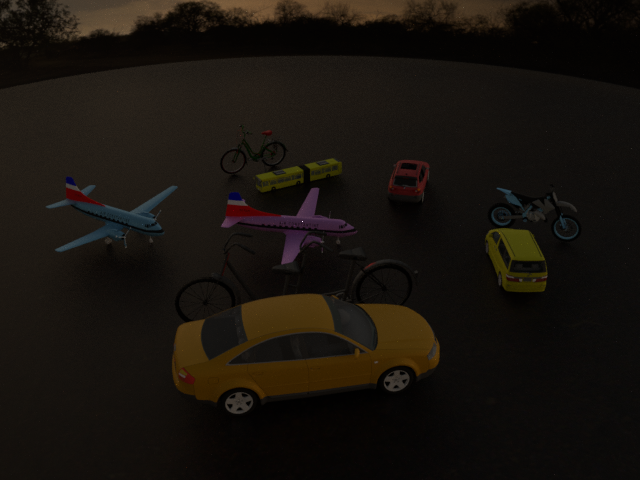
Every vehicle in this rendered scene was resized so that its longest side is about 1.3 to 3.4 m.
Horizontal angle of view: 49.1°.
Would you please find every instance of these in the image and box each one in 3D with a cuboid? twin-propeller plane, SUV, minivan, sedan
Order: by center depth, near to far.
[{"bbox_3d":[-0.138,1.186,8.140,3.137,0.940,1.235,-6,29,-10],"label":"sedan"},{"bbox_3d":[2.865,0.187,10.296,0.681,0.616,1.548,0,29,1],"label":"minivan"},{"bbox_3d":[-0.466,-0.339,11.071,2.129,0.792,2.663,4,29,8],"label":"twin-propeller plane"},{"bbox_3d":[-3.361,-0.484,11.335,2.129,0.792,2.663,15,32,26],"label":"twin-propeller plane"},{"bbox_3d":[1.635,-1.162,12.791,0.656,0.580,1.572,7,29,12],"label":"SUV"}]

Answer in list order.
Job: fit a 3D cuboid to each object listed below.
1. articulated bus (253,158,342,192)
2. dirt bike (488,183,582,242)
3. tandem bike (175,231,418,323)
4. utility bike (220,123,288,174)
[{"bbox_3d":[-0.394,-1.232,13.220,1.749,0.289,0.311,-16,32,-26],"label":"articulated bus"},{"bbox_3d":[3.455,-0.464,11.230,1.493,0.857,0.527,13,32,23],"label":"dirt bike"},{"bbox_3d":[-0.272,0.488,9.010,3.192,1.326,0.550,-4,29,-7],"label":"tandem bike"},{"bbox_3d":[-1.245,-1.766,13.511,1.435,0.946,0.535,-14,32,-24],"label":"utility bike"}]
